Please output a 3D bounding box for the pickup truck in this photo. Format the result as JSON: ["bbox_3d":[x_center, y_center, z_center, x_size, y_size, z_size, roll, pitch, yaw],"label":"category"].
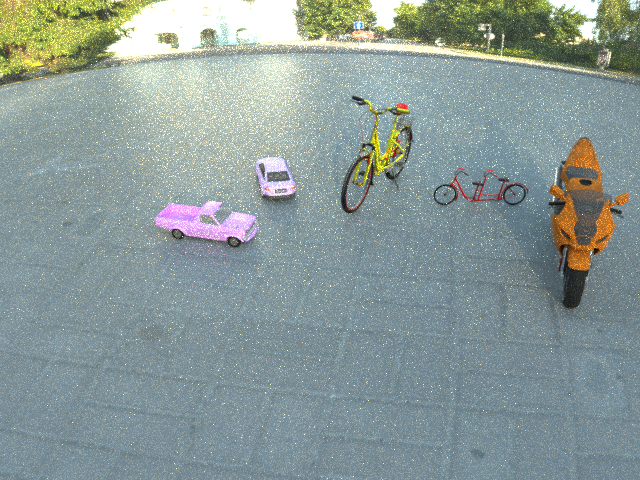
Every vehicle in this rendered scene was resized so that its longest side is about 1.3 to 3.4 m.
[{"bbox_3d":[-1.811,-0.318,11.188,1.603,0.511,0.640,8,30,14],"label":"pickup truck"}]

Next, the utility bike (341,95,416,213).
[{"bbox_3d":[1.162,-1.627,12.181,1.039,1.839,2.791,16,33,26],"label":"utility bike"}]

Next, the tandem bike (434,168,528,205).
[{"bbox_3d":[2.790,-0.907,12.075,1.642,0.682,0.283,0,29,-1],"label":"tandem bike"}]

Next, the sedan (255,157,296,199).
[{"bbox_3d":[-0.834,-1.218,12.841,0.635,0.483,1.613,-5,29,-10],"label":"sedan"}]

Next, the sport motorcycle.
[{"bbox_3d":[3.712,-0.318,10.068,0.983,1.596,2.955,8,30,15],"label":"sport motorcycle"}]
